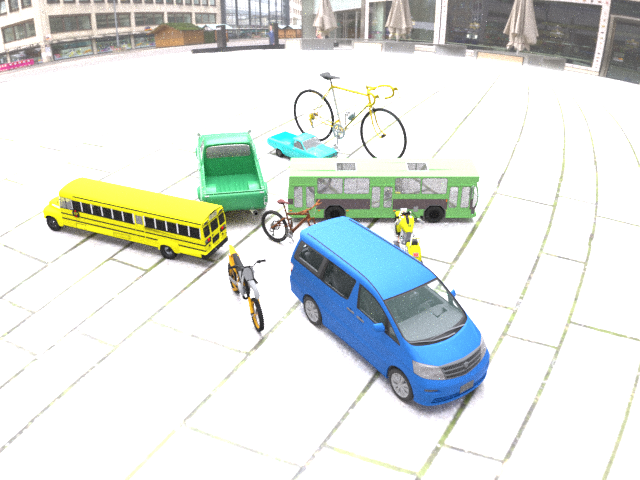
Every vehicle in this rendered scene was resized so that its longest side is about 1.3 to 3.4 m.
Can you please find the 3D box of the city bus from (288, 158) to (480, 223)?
[{"bbox_3d":[1.073,-0.872,12.239,3.255,0.894,0.926,0,30,0],"label":"city bus"}]

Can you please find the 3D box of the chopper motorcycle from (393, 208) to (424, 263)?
[{"bbox_3d":[1.384,-0.143,11.098,0.466,0.761,1.563,-2,30,-3],"label":"chopper motorcycle"}]

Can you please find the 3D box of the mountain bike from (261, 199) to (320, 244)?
[{"bbox_3d":[-0.379,-0.222,11.129,1.469,0.868,0.573,21,36,32],"label":"mountain bike"}]

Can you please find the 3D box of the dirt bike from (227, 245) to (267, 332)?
[{"bbox_3d":[-1.039,0.601,9.701,0.527,0.857,1.493,-12,32,-20],"label":"dirt bike"}]

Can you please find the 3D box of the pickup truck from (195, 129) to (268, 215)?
[{"bbox_3d":[-1.692,-1.379,13.026,1.244,0.993,3.117,-5,30,-9],"label":"pickup truck"}]

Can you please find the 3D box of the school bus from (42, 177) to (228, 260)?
[{"bbox_3d":[-3.126,-0.393,11.451,3.322,0.844,0.709,12,32,20],"label":"school bus"}]

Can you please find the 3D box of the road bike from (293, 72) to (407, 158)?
[{"bbox_3d":[0.564,-2.603,14.500,3.004,1.656,0.696,23,37,34],"label":"road bike"}]

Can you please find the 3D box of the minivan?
[{"bbox_3d":[0.827,0.812,8.989,1.324,1.197,3.011,-19,35,-30],"label":"minivan"}]

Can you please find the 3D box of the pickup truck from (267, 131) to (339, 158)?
[{"bbox_3d":[-0.371,-1.930,14.476,1.603,0.511,0.640,25,38,37],"label":"pickup truck"}]
